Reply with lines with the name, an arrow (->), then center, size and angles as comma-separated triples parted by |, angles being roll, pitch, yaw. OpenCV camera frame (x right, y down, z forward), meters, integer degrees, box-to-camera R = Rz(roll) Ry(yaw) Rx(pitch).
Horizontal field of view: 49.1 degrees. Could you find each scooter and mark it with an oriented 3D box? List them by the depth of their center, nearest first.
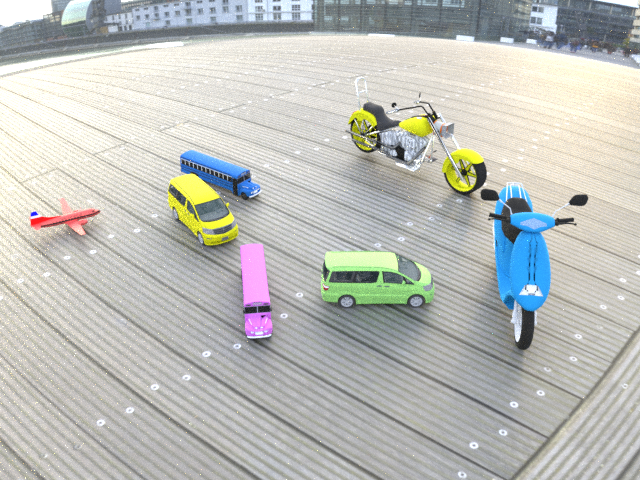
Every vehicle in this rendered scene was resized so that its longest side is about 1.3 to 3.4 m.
scooter -> 2.650, 0.013, 9.237 | 1.288, 1.786, 2.721 | 4, 32, 6

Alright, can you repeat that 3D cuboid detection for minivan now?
minivan -> 0.790, 0.511, 9.546 | 1.548, 0.616, 0.681 | 0, 32, -1
minivan -> -1.885, -0.493, 11.181 | 0.681, 0.616, 1.548 | -19, 37, -28

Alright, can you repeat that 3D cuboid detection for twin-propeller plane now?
twin-propeller plane -> -4.072, -0.389, 11.210 | 1.095, 0.407, 1.370 | -17, 36, -26

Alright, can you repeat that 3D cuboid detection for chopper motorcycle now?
chopper motorcycle -> 1.702, -1.914, 12.668 | 3.040, 1.480, 0.906 | 27, 41, 37

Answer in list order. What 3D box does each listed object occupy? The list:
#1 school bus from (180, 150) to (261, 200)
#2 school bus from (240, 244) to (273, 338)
school bus -> -1.771, -1.167, 12.451 | 1.708, 0.434, 0.365 | 22, 38, 31
school bus -> -0.874, 0.672, 9.457 | 0.365, 0.434, 1.708 | -4, 32, -7
